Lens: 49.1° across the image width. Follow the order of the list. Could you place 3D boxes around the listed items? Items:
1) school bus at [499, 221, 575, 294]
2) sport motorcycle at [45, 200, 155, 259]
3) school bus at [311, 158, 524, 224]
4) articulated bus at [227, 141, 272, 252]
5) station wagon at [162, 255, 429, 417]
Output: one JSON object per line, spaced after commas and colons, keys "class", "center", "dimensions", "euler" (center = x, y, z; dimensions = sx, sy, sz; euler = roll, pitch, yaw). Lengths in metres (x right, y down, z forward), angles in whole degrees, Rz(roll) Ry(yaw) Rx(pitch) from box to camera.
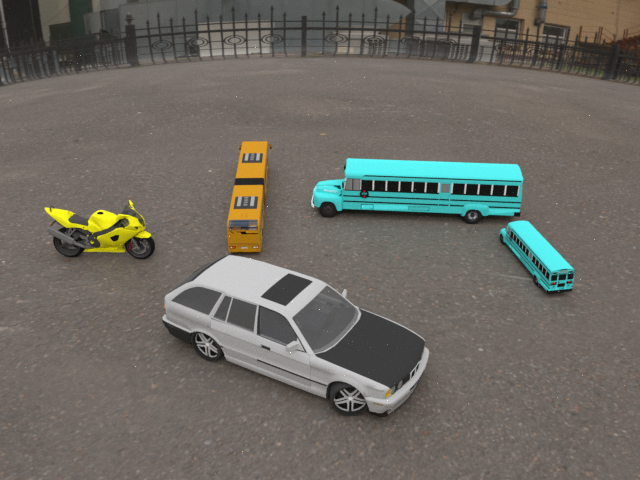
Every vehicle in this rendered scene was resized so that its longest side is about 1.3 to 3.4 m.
{"class": "school bus", "center": [3.019, 0.175, 9.897], "dimensions": [0.365, 0.434, 1.708], "euler": [-5, 29, -9]}
{"class": "sport motorcycle", "center": [-3.132, -0.113, 10.020], "dimensions": [1.520, 0.821, 0.506], "euler": [2, 29, 4]}
{"class": "school bus", "center": [1.523, -0.819, 11.296], "dimensions": [3.322, 0.844, 0.709], "euler": [3, 29, 5]}
{"class": "articulated bus", "center": [-1.146, -0.813, 11.582], "dimensions": [0.605, 0.561, 3.401], "euler": [-1, 29, -2]}
{"class": "station wagon", "center": [-0.305, 0.952, 7.956], "dimensions": [3.105, 0.920, 1.327], "euler": [16, 32, 26]}
